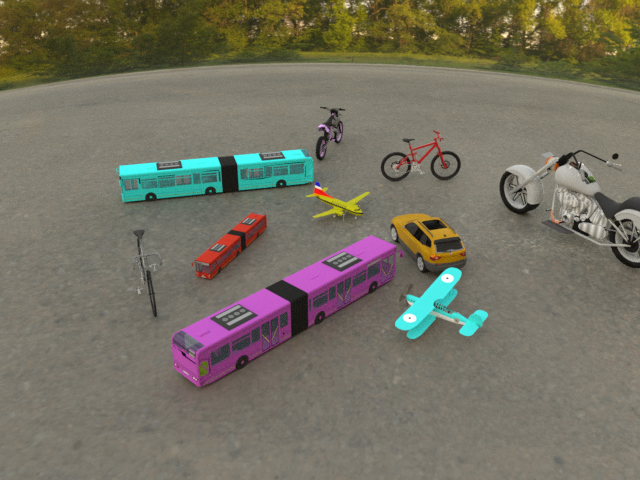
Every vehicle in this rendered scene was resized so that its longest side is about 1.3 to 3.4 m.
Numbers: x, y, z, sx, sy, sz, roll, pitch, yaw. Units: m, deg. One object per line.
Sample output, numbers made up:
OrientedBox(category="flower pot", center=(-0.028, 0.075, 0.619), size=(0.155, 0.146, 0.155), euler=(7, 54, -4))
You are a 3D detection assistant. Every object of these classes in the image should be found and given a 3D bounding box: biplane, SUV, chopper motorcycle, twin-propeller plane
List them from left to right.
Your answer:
OrientedBox(category="twin-propeller plane", center=(0.295, -0.644, 11.539), size=(1.095, 0.407, 1.370), euler=(23, 35, 37))
OrientedBox(category="SUV", center=(1.567, -0.056, 10.214), size=(0.656, 0.580, 1.572), euler=(-8, 28, -15))
OrientedBox(category="biplane", center=(1.464, 0.874, 8.501), size=(1.090, 0.504, 1.336), euler=(20, 33, 33))
OrientedBox(category="chopper motorcycle", center=(3.881, -0.693, 10.466), size=(0.906, 1.480, 3.040), euler=(-15, 31, -27))

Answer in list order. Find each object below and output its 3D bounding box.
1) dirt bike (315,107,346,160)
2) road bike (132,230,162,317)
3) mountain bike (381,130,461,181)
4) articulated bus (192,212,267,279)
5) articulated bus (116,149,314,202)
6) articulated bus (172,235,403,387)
OrientedBox(category="dirt bike", center=(0.197, -2.194, 14.043), size=(0.527, 0.857, 1.493), euler=(10, 29, 18))
OrientedBox(category="road bike", center=(-2.276, 0.357, 9.122), size=(0.358, 0.852, 1.545), euler=(-10, 29, -18))
OrientedBox(category="mountain bike", center=(1.832, -1.478, 12.647), size=(1.469, 0.868, 0.573), euler=(-2, 27, -3))
OrientedBox(category="articulated bus", center=(-1.286, 0.054, 10.320), size=(0.311, 0.289, 1.749), euler=(11, 29, 20))
OrientedBox(category="articulated bus", center=(-1.813, -1.148, 12.345), size=(3.401, 0.561, 0.605), euler=(-7, 28, -13))
OrientedBox(category="articulated bus", center=(-0.274, 0.769, 8.642), size=(0.605, 0.561, 3.401), euler=(24, 36, 38))
